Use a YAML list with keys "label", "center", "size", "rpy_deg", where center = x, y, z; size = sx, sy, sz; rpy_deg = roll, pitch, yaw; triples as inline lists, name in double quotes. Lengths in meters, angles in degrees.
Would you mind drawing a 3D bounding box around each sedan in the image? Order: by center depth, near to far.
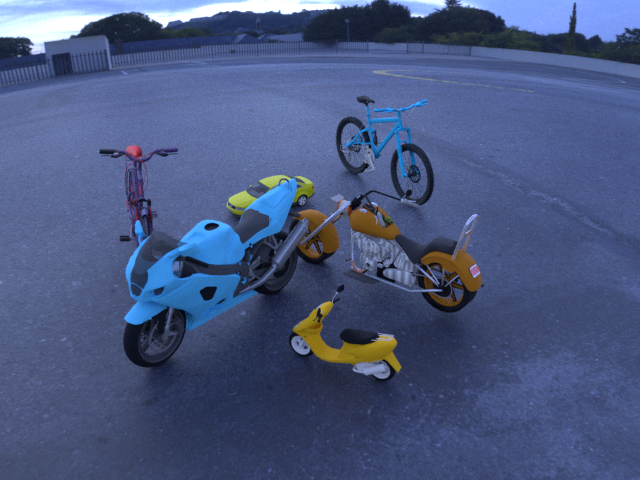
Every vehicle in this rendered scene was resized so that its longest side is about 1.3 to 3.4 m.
- label: "sedan"
  center: [-0.844, -0.795, 12.026]
  size: [1.613, 0.483, 0.635]
  rpy_deg: [-18, 32, -31]

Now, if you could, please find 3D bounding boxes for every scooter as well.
- label: "scooter"
  center: [0.261, 1.075, 7.918]
  size: [1.399, 0.919, 0.662]
  rpy_deg: [13, 30, 24]

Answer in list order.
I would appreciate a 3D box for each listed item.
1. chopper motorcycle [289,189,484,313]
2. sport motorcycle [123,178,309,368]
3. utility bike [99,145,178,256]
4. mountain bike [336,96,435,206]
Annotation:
- label: "chopper motorcycle"
  center: [0.791, -0.034, 9.459]
  size: [3.040, 1.480, 0.906]
  rpy_deg: [20, 34, 34]
- label: "sport motorcycle"
  center: [-1.244, 0.340, 8.605]
  size: [0.983, 1.596, 2.955]
  rpy_deg: [19, 33, 33]
- label: "utility bike"
  center: [-2.565, -0.613, 10.192]
  size: [1.039, 1.839, 2.791]
  rpy_deg: [-9, 28, -16]
- label: "mountain bike"
  center: [1.096, -1.723, 12.511]
  size: [1.114, 1.688, 2.857]
  rpy_deg: [-16, 31, -28]
